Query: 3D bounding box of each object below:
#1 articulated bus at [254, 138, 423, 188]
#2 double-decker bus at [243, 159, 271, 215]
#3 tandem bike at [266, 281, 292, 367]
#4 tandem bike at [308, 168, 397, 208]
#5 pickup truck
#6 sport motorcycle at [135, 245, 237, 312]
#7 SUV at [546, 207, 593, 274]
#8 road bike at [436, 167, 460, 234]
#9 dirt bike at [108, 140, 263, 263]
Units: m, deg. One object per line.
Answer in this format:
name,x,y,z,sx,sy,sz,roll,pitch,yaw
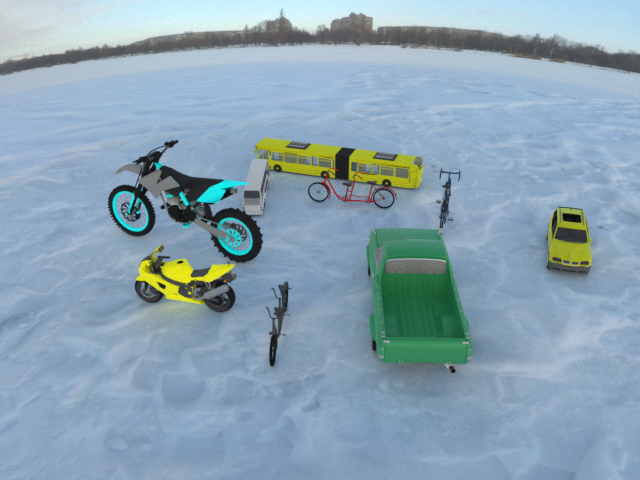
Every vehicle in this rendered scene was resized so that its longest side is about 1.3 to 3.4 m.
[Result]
articulated bus,0.328,-1.543,13.927,3.401,0.561,0.605,9,30,17
double-decker bus,-1.168,-1.014,12.963,0.389,0.541,1.672,1,28,1
tandem bike,-0.529,0.955,9.143,0.283,0.682,1.642,2,28,4
tandem bike,0.578,-0.934,12.664,1.642,0.682,0.283,6,29,11
pickup truck,1.270,0.595,9.484,1.244,0.993,3.117,1,28,1
sport motorcycle,-1.881,0.575,9.704,1.520,0.821,0.506,6,29,11
SUV,3.942,-0.024,11.076,0.656,0.580,1.572,8,29,14
road bike,2.171,-0.703,12.053,0.358,0.852,1.545,7,29,13
dirt bike,-2.211,-0.599,10.997,2.903,1.666,1.024,12,31,22
